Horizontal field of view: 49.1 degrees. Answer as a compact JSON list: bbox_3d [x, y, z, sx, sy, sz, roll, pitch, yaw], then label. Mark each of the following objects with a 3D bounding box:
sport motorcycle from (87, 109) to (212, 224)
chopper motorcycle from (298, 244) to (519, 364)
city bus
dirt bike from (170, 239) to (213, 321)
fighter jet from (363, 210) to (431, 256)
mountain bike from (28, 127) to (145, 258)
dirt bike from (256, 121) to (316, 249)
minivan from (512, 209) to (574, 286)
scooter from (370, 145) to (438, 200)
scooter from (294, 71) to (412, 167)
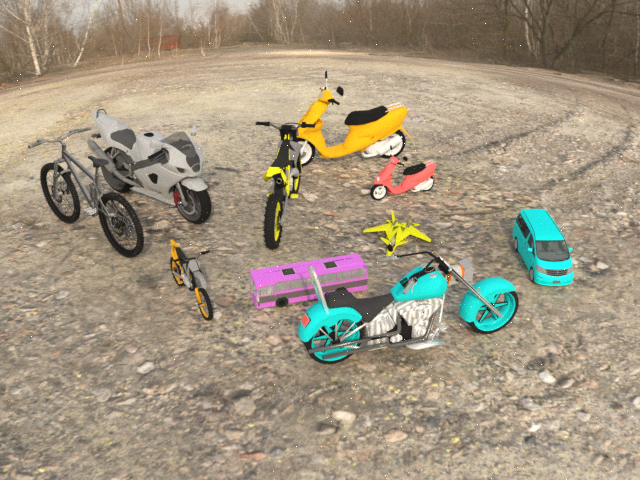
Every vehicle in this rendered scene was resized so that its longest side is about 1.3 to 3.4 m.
[{"bbox_3d":[-3.017,-1.332,12.460,2.955,1.596,0.983,22,36,33],"label":"sport motorcycle"},{"bbox_3d":[1.192,0.754,8.875,3.040,1.480,0.906,-9,31,-16],"label":"chopper motorcycle"},{"bbox_3d":[-0.160,0.606,10.176,1.674,0.460,0.476,-9,31,-15],"label":"city bus"},{"bbox_3d":[-1.847,0.506,9.950,0.527,0.857,1.493,-16,33,-27],"label":"dirt bike"},{"bbox_3d":[1.249,-0.081,11.572,1.147,0.286,1.358,8,30,15],"label":"fighter jet"},{"bbox_3d":[-3.802,-0.783,11.392,2.857,1.688,1.114,23,37,35],"label":"mountain bike"},{"bbox_3d":[-0.627,-1.121,12.012,1.024,1.666,2.903,4,30,7],"label":"dirt bike"},{"bbox_3d":[3.477,0.101,10.914,0.681,0.616,1.548,0,29,-1],"label":"minivan"},{"bbox_3d":[1.576,-1.245,12.996,1.399,0.919,0.662,-11,31,-19],"label":"scooter"},{"bbox_3d":[0.572,-2.402,14.166,2.721,1.786,1.288,-7,30,-12],"label":"scooter"}]
